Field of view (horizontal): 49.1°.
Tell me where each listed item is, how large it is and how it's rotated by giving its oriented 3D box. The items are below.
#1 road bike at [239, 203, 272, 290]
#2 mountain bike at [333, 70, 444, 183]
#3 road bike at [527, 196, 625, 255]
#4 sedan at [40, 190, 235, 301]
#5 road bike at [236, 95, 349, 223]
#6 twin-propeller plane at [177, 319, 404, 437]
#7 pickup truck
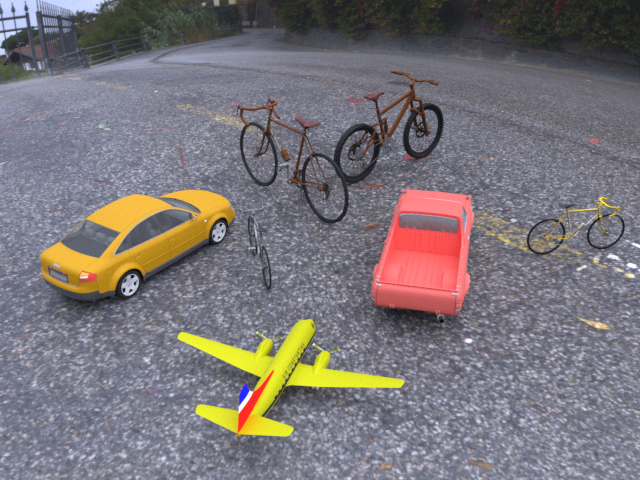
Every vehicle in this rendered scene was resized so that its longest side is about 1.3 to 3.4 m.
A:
[{"bbox_3d":[-0.864,0.048,9.848,0.358,0.852,1.545,-8,30,-14],"label":"road bike"},{"bbox_3d":[1.338,-2.086,12.867,2.857,1.688,1.114,-23,36,-35],"label":"mountain bike"},{"bbox_3d":[3.790,-0.198,10.296,1.545,0.852,0.358,-5,29,-9],"label":"road bike"},{"bbox_3d":[-2.511,-0.143,10.104,1.235,0.940,3.137,18,34,30],"label":"sedan"},{"bbox_3d":[-0.509,-1.383,11.619,0.696,1.656,3.004,-21,35,-33],"label":"road bike"},{"bbox_3d":[-0.442,1.340,7.556,2.663,0.792,2.129,9,30,16],"label":"twin-propeller plane"},{"bbox_3d":[1.500,0.013,9.765,1.244,0.993,3.117,6,29,11],"label":"pickup truck"}]
